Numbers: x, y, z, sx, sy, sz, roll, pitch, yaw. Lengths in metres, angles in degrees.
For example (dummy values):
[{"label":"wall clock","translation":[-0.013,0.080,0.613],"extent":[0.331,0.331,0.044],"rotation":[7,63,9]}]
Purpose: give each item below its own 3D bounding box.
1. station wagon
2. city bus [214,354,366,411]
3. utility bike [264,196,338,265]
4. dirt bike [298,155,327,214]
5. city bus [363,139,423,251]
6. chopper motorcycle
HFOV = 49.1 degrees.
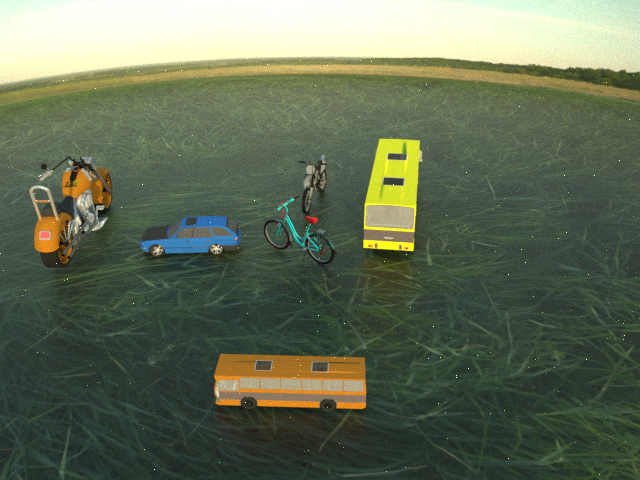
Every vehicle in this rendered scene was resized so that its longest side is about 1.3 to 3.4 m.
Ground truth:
[{"label":"station wagon","translation":[-2.085,-0.093,11.271],"extent":[1.597,0.473,0.682],"rotation":[-2,26,-3]},{"label":"city bus","translation":[-0.321,1.604,7.867],"extent":[1.674,0.460,0.476],"rotation":[1,26,2]},{"label":"utility bike","translation":[-0.354,-0.129,10.813],"extent":[1.435,0.946,0.535],"rotation":[18,31,31]},{"label":"dirt bike","translation":[-0.093,-1.083,12.834],"extent":[0.527,0.857,1.493],"rotation":[7,27,14]},{"label":"city bus","translation":[1.308,-0.841,12.305],"extent":[0.926,0.894,3.255],"rotation":[4,27,7]},{"label":"chopper motorcycle","translation":[-3.950,-0.704,11.370],"extent":[0.906,1.480,3.040],"rotation":[0,26,0]}]
